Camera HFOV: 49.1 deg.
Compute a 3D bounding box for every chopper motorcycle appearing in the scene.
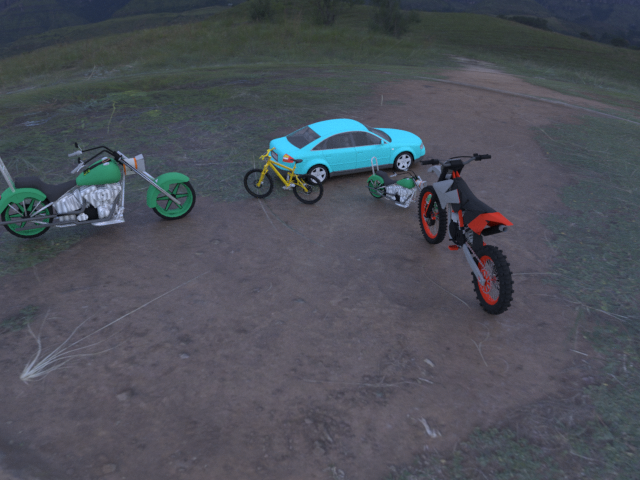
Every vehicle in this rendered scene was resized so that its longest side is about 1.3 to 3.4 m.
[{"bbox_3d":[1.450,-0.893,11.935,1.563,0.761,0.466,22,35,36],"label":"chopper motorcycle"},{"bbox_3d":[-3.516,-0.848,11.063,3.040,1.480,0.906,-10,29,-19],"label":"chopper motorcycle"}]

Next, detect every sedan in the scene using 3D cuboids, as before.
[{"bbox_3d":[0.562,-1.826,13.550,3.137,0.940,1.235,-10,29,-19],"label":"sedan"}]

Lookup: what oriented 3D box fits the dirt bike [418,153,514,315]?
[{"bbox_3d":[1.957,-0.265,9.728,1.024,1.666,2.903,-7,28,-13],"label":"dirt bike"}]

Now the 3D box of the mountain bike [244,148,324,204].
[{"bbox_3d":[-0.646,-1.079,12.179,1.469,0.868,0.573,8,28,14],"label":"mountain bike"}]
